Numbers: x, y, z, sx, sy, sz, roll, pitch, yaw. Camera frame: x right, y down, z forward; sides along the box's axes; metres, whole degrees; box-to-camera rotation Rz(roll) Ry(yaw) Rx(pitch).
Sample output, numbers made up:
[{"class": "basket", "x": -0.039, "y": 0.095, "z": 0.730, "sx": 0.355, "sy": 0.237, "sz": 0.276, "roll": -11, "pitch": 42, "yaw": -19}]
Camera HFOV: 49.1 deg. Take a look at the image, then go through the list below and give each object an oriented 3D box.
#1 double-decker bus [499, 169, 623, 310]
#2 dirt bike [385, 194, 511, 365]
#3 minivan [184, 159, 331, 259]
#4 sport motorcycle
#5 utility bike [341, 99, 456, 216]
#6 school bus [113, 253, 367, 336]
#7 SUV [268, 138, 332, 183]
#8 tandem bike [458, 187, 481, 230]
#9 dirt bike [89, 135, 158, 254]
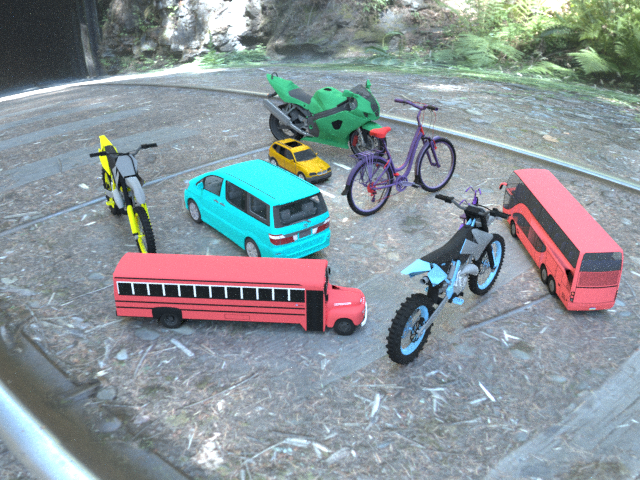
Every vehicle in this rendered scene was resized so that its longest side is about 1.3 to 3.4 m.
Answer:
[{"class": "double-decker bus", "x": 3.577, "y": -0.139, "z": 10.703, "sx": 0.756, "sy": 1.052, "sz": 3.251, "roll": -2, "pitch": 28, "yaw": -3}, {"class": "dirt bike", "x": 1.729, "y": 0.382, "z": 9.063, "sx": 1.024, "sy": 1.666, "sz": 2.903, "roll": 21, "pitch": 34, "yaw": 34}, {"class": "minivan", "x": -1.130, "y": -0.636, "z": 11.485, "sx": 1.324, "sy": 1.197, "sz": 3.011, "roll": -20, "pitch": 34, "yaw": -33}, {"class": "sport motorcycle", "x": 0.100, "y": -2.606, "z": 14.776, "sx": 2.955, "sy": 1.596, "sz": 0.983, "roll": 17, "pitch": 32, "yaw": 28}, {"class": "utility bike", "x": 1.414, "y": -1.536, "z": 12.499, "sx": 2.791, "sy": 1.839, "sz": 1.039, "roll": -20, "pitch": 34, "yaw": -33}, {"class": "school bus", "x": -1.029, "y": 0.693, "z": 9.354, "sx": 3.322, "sy": 0.844, "sz": 0.709, "roll": 2, "pitch": 28, "yaw": 4}, {"class": "SUV", "x": -0.418, "y": -1.596, "z": 13.956, "sx": 0.656, "sy": 0.580, "sz": 1.572, "roll": -19, "pitch": 34, "yaw": -32}, {"class": "tandem bike", "x": 2.460, "y": -0.411, "z": 11.611, "sx": 0.283, "sy": 0.682, "sz": 1.642, "roll": 11, "pitch": 30, "yaw": 19}, {"class": "dirt bike", "x": -3.144, "y": -0.805, "z": 11.303, "sx": 1.024, "sy": 1.666, "sz": 2.903, "roll": -14, "pitch": 31, "yaw": -25}]
